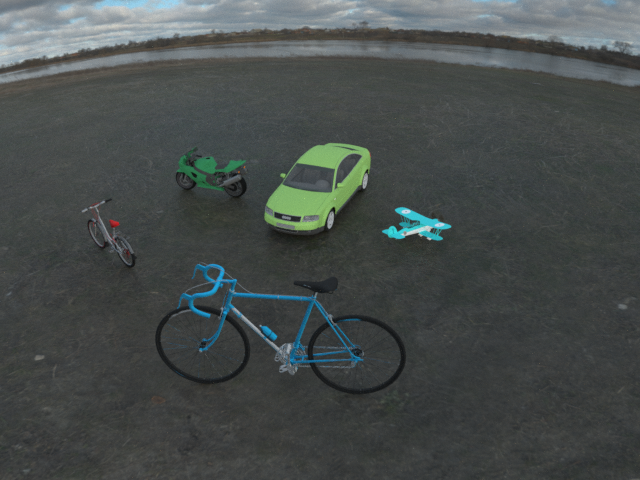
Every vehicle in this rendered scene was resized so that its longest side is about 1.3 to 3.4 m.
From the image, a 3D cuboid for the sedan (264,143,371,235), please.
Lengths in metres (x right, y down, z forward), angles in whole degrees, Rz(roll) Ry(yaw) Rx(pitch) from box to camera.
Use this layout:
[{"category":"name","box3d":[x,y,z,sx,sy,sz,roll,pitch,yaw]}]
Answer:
[{"category":"sedan","box3d":[0.011,-1.092,12.895,1.235,0.940,3.137,11,31,19]}]

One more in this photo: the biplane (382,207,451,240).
[{"category":"biplane","box3d":[1.571,-0.204,11.739,1.090,0.504,1.336,-16,33,-27]}]

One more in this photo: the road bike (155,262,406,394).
[{"category":"road bike","box3d":[-0.490,1.097,8.196,3.004,1.656,0.697,3,29,5]}]

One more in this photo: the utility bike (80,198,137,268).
[{"category":"utility bike","box3d":[-3.384,-0.104,11.102,1.435,0.946,0.535,26,38,38]}]

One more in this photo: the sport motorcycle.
[{"category":"sport motorcycle","box3d":[-2.082,-1.268,13.336,1.520,0.821,0.506,9,30,16]}]
